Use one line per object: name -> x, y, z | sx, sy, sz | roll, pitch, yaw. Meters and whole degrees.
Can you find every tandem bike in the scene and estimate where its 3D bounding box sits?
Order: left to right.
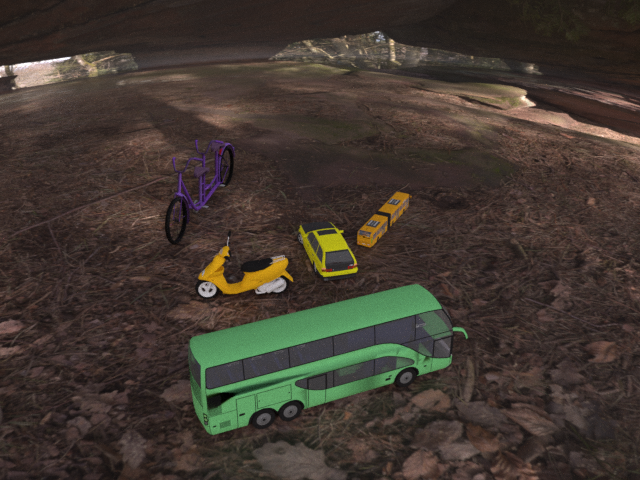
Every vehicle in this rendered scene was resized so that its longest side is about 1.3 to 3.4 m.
tandem bike -> -2.052, -1.113, 12.254 | 0.550, 1.326, 3.192 | 6, 29, 11

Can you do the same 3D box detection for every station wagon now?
station wagon -> 0.100, 0.065, 10.992 | 0.682, 0.473, 1.597 | -7, 30, -13

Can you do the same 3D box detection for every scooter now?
scooter -> -1.086, 0.404, 9.912 | 1.399, 0.919, 0.662 | -3, 29, -6

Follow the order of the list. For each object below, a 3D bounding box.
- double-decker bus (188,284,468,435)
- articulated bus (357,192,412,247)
double-decker bus -> 0.125, 1.317, 8.109 | 3.251, 1.052, 0.756 | -12, 31, -20
articulated bus -> 1.107, -0.370, 11.978 | 0.311, 0.289, 1.749 | 14, 32, 24
